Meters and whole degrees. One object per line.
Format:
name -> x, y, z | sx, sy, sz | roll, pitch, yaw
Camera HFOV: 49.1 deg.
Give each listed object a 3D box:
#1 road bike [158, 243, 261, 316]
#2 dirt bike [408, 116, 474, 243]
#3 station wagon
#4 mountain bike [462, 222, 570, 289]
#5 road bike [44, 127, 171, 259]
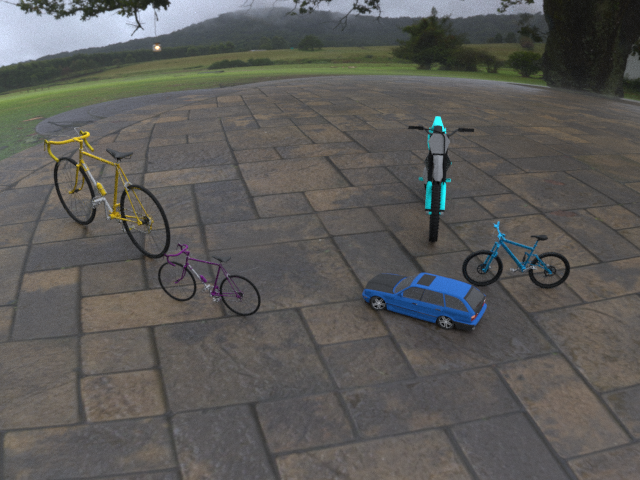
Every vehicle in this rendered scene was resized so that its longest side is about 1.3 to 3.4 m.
road bike -> -1.469, 0.521, 9.119 | 1.545, 0.852, 0.358 | 10, 28, 20
dirt bike -> 1.946, -1.177, 11.634 | 1.024, 1.666, 2.903 | 4, 27, 7
station wagon -> 1.346, 0.714, 9.154 | 1.597, 0.473, 0.682 | 13, 29, 25
mountain bike -> 2.707, 0.265, 9.617 | 1.469, 0.868, 0.573 | 2, 26, 3
road bike -> -3.302, -0.753, 10.787 | 3.004, 1.656, 0.696 | 21, 33, 35
